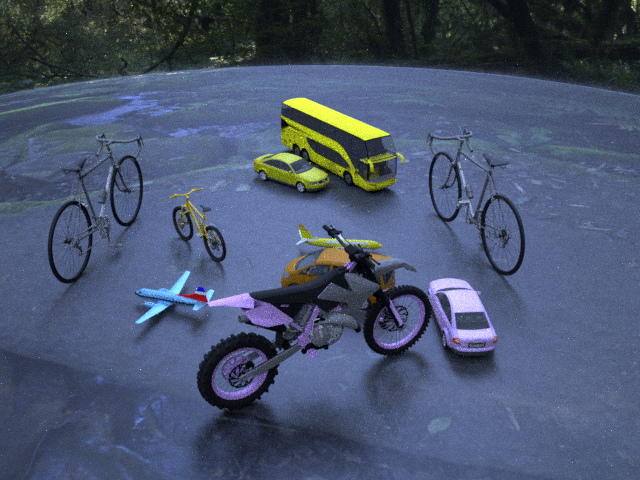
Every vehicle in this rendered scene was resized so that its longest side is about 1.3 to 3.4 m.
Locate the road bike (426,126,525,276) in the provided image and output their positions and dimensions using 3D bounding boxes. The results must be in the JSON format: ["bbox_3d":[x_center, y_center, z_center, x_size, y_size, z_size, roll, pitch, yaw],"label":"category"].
[{"bbox_3d":[2.311,-0.690,10.596,0.696,1.656,3.004,-8,28,-15],"label":"road bike"}]

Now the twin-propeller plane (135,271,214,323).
[{"bbox_3d":[-1.965,0.721,9.204,1.095,0.407,1.370,8,28,16],"label":"twin-propeller plane"}]

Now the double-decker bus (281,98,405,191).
[{"bbox_3d":[0.317,-1.883,13.601,0.756,1.052,3.251,-17,31,-30],"label":"double-decker bus"}]

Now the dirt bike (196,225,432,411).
[{"bbox_3d":[0.023,0.826,7.612,2.903,1.666,1.024,-14,30,-25],"label":"dirt bike"}]

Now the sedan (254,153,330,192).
[{"bbox_3d":[-0.540,-1.318,13.119,1.613,0.483,0.635,20,33,34],"label":"sedan"}]

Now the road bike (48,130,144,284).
[{"bbox_3d":[-3.290,-0.604,10.428,0.696,1.656,3.004,5,27,9],"label":"road bike"}]

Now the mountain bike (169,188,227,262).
[{"bbox_3d":[-1.850,-0.239,10.580,0.573,0.868,1.469,-21,34,-35],"label":"mountain bike"}]

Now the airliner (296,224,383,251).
[{"bbox_3d":[0.302,-0.031,10.654,1.307,0.429,1.161,2,27,3],"label":"airliner"}]

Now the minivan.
[{"bbox_3d":[0.234,0.464,9.478,1.548,0.616,0.681,9,28,17],"label":"minivan"}]

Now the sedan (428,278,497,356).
[{"bbox_3d":[1.768,0.874,8.820,0.635,0.483,1.613,-2,27,-3],"label":"sedan"}]
